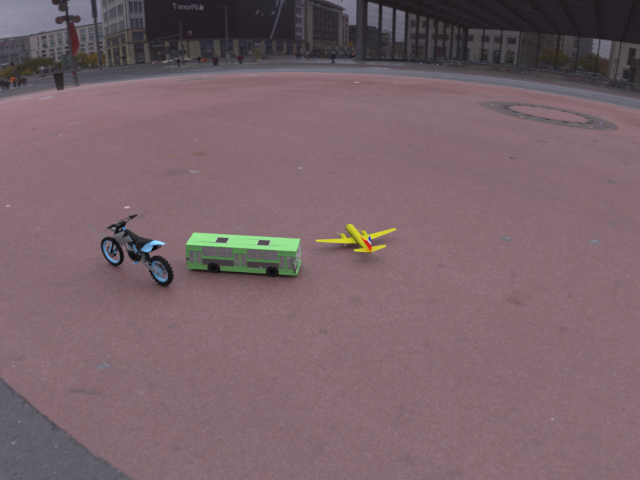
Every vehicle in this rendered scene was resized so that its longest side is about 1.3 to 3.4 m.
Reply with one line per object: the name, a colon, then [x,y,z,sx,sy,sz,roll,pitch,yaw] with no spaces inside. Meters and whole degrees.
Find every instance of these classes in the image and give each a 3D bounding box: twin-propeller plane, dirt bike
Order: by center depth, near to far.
dirt bike: [-2.707,0.137,10.186,1.493,0.857,0.527,17,32,30]
twin-propeller plane: [0.614,-0.069,11.089,1.370,0.407,1.095,-8,28,-16]

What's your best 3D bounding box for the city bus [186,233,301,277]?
city bus: [-1.132,0.227,10.447,1.674,0.460,0.476,3,27,7]
